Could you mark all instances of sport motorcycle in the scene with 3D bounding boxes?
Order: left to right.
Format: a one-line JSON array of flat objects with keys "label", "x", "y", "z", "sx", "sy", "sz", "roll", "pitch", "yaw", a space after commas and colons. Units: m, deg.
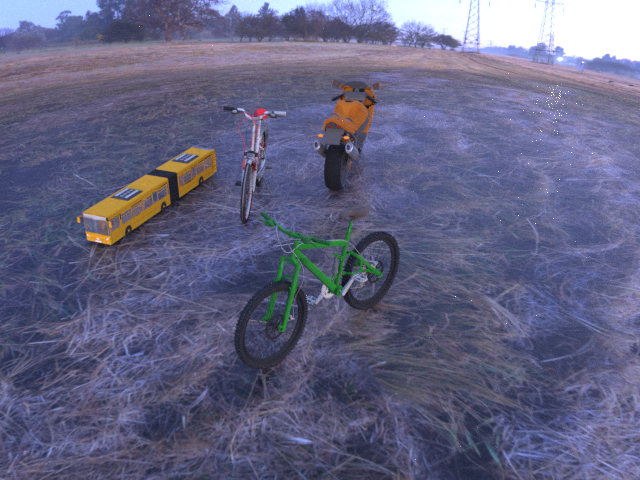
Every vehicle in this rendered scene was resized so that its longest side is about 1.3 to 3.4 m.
[{"label": "sport motorcycle", "x": 0.537, "y": -2.094, "z": 13.565, "sx": 0.983, "sy": 1.596, "sz": 2.955, "roll": 6, "pitch": 28, "yaw": 12}]

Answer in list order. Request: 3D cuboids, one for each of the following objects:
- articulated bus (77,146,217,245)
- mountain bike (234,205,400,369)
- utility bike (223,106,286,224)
[{"label": "articulated bus", "x": -2.878, "y": -0.867, "z": 12.310, "sx": 0.605, "sy": 0.561, "sz": 3.401, "roll": 11, "pitch": 29, "yaw": 20}, {"label": "mountain bike", "x": 0.059, "y": 0.430, "z": 8.556, "sx": 1.114, "sy": 1.688, "sz": 2.857, "roll": 24, "pitch": 36, "yaw": 38}, {"label": "utility bike", "x": -1.057, "y": -1.527, "z": 12.197, "sx": 1.039, "sy": 1.839, "sz": 2.791, "roll": 1, "pitch": 27, "yaw": 2}]
